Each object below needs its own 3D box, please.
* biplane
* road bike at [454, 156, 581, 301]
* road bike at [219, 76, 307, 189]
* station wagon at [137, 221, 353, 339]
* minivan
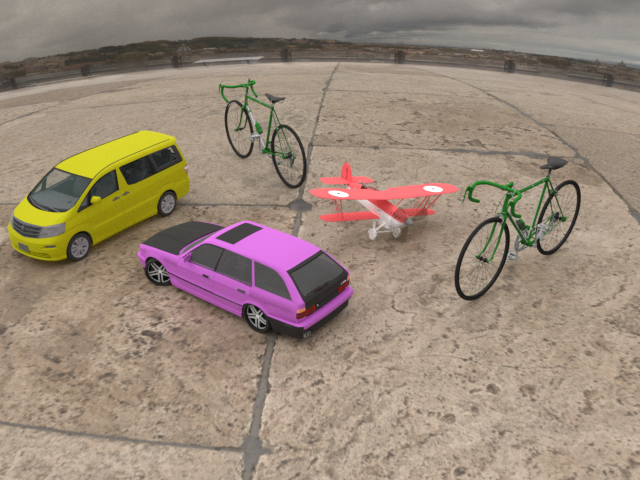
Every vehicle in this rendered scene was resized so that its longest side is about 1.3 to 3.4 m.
[{"bbox_3d":[0.877,-0.637,11.023,2.598,0.981,2.120,-14,30,-24],"label":"biplane"},{"bbox_3d":[2.802,-0.254,9.549,3.004,1.656,0.697,-23,35,-37],"label":"road bike"},{"bbox_3d":[-1.083,-2.051,13.021,0.697,1.656,3.004,-17,32,-30],"label":"road bike"},{"bbox_3d":[-1.095,0.286,9.306,3.105,0.920,1.327,19,33,32],"label":"station wagon"},{"bbox_3d":[-3.433,-0.752,11.010,1.324,1.197,3.011,17,32,29],"label":"minivan"}]
